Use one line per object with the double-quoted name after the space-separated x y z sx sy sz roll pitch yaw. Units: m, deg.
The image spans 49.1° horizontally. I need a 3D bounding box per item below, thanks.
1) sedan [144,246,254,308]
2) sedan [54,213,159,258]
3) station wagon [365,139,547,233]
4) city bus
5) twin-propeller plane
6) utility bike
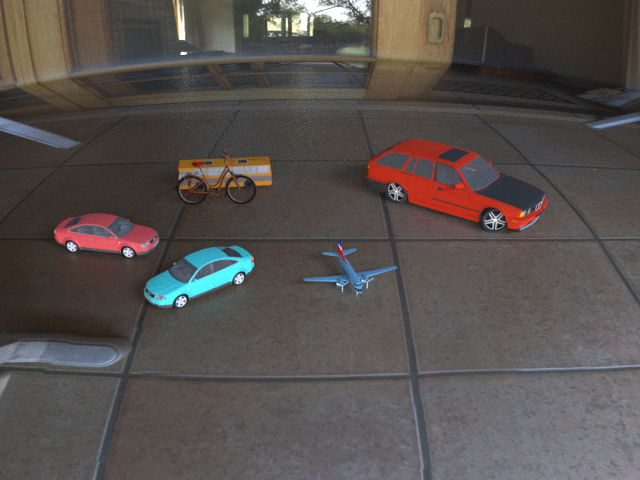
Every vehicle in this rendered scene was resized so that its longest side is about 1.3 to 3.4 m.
-1.669 0.452 9.714 1.613 0.483 0.635 -21 35 -34 "sedan"
-3.278 -0.111 10.771 1.613 0.483 0.635 6 29 10 "sedan"
2.320 -1.029 12.027 3.105 0.920 1.327 20 34 33 "station wagon"
-1.736 -1.215 12.866 1.674 0.460 0.476 -3 28 -6 "city bus"
0.409 0.395 9.901 1.370 0.407 1.095 -7 29 -13 "twin-propeller plane"
-1.817 -1.071 12.080 1.435 0.946 0.535 -1 28 -1 "utility bike"
